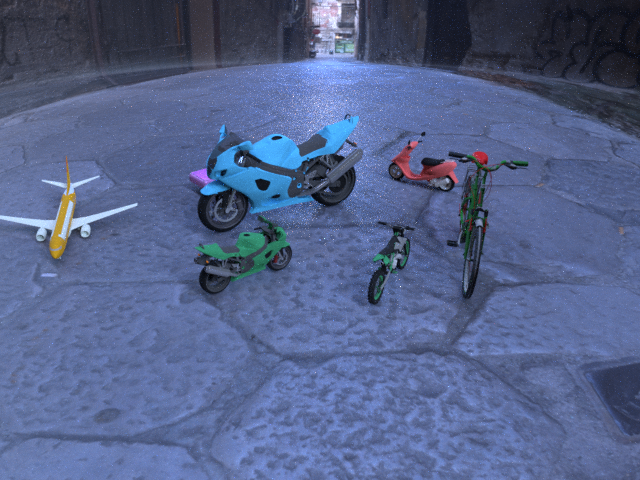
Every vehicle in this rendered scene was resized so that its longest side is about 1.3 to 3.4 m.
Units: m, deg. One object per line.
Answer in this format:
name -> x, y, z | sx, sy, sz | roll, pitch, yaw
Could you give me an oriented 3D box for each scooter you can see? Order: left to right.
scooter -> 1.874, -1.416, 12.721 | 1.399, 0.919, 0.662 | 17, 32, 30

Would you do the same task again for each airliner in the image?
airliner -> -4.080, -0.524, 11.089 | 2.257, 0.835, 2.541 | -5, 28, -10

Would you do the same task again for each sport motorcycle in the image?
sport motorcycle -> -1.025, 0.211, 9.686 | 1.520, 0.821, 0.506 | -19, 33, -32
sport motorcycle -> -0.627, -1.108, 11.389 | 2.955, 1.596, 0.983 | -15, 31, -27

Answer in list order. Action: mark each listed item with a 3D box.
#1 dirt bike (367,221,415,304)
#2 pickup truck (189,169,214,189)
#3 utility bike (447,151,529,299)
dirt bike -> 0.967, 0.237, 9.598 | 0.527, 0.857, 1.493 | 13, 30, 23
pickup truck -> -1.589, -1.272, 12.886 | 1.603, 0.511, 0.640 | -21, 34, -34
utility bike -> 2.263, -0.469, 9.893 | 1.039, 1.839, 2.791 | 4, 28, 8
